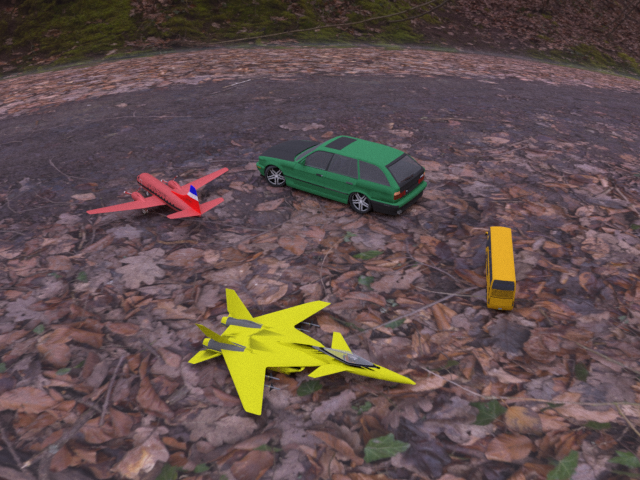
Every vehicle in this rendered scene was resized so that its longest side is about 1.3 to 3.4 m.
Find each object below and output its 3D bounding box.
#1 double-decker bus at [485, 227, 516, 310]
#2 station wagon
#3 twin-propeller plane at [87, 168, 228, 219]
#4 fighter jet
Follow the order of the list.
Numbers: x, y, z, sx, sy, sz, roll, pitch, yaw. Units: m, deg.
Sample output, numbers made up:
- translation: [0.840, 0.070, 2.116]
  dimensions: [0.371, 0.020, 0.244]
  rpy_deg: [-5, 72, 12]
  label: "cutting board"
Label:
- translation: [2.546, 0.350, 9.909]
  dimensions: [0.389, 0.541, 1.672]
  rpy_deg: [5, 30, 9]
  label: "double-decker bus"
- translation: [0.314, -1.318, 12.426]
  dimensions: [3.105, 0.920, 1.327]
  rpy_deg: [19, 35, 29]
  label: "station wagon"
- translation: [-2.562, -0.839, 11.723]
  dimensions: [2.663, 0.792, 2.129]
  rpy_deg: [-23, 37, -34]
  label: "twin-propeller plane"
- translation: [-0.142, 1.262, 8.309]
  dimensions: [2.640, 0.557, 2.229]
  rpy_deg: [11, 32, 18]
  label: "fighter jet"
